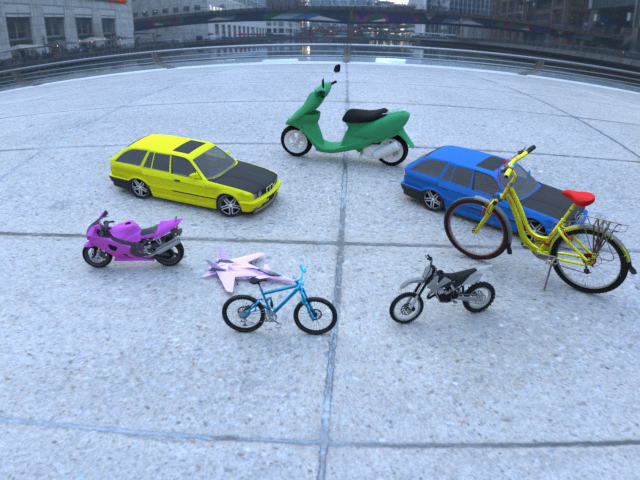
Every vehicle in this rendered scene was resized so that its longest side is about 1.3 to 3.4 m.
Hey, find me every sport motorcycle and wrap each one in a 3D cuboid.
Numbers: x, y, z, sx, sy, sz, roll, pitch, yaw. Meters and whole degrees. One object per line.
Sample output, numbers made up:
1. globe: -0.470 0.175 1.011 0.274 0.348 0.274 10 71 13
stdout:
1. sport motorcycle: -2.747 0.025 10.282 1.520 0.821 0.506 -2 29 -3

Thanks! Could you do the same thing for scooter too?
1. scooter: 0.515 -2.389 13.713 2.721 1.786 1.288 7 29 13

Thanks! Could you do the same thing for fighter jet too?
1. fighter jet: -0.968 0.415 10.123 1.358 0.286 1.147 9 30 17

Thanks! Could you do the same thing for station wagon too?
1. station wagon: -2.230 -1.234 12.495 3.105 0.920 1.327 12 31 21
2. station wagon: 2.922 -0.864 11.813 3.105 0.920 1.327 22 35 34

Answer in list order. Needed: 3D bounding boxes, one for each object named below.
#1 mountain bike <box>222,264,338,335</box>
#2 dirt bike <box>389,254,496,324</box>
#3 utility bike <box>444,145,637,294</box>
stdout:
1. mountain bike: -0.513 0.813 8.781 1.469 0.868 0.573 2 29 3
2. dirt bike: 1.617 0.655 9.085 1.493 0.857 0.527 -7 29 -13
3. utility bike: 2.978 -0.231 9.687 2.791 1.839 1.039 18 33 30
